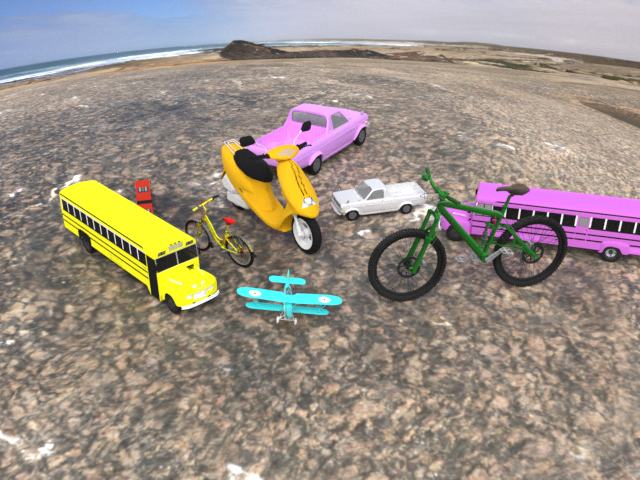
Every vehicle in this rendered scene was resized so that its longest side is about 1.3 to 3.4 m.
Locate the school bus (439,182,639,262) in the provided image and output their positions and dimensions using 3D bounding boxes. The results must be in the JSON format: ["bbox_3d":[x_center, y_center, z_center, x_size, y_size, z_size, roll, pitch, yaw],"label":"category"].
[{"bbox_3d":[3.525,-0.312,10.776,3.322,0.844,0.709,8,29,14],"label":"school bus"}]

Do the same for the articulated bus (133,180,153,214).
[{"bbox_3d":[-2.957,-0.563,11.834,0.311,0.289,1.749,-7,29,-13],"label":"articulated bus"}]

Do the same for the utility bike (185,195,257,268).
[{"bbox_3d":[-1.523,-0.105,10.281,1.435,0.946,0.535,19,34,31],"label":"utility bike"}]

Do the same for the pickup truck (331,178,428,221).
[{"bbox_3d":[1.007,-0.748,11.945,1.603,0.511,0.640,-8,29,-14],"label":"pickup truck"}]

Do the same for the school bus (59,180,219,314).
[{"bbox_3d":[-2.679,0.026,10.145,0.709,0.844,3.322,-24,37,-38],"label":"school bus"}]

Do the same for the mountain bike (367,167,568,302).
[{"bbox_3d":[2.024,-0.017,9.331,2.857,1.688,1.114,-6,29,-11],"label":"mountain bike"}]

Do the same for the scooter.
[{"bbox_3d":[-0.829,-0.986,11.037,1.288,1.786,2.721,-20,34,-32],"label":"scooter"}]

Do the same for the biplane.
[{"bbox_3d":[-0.393,0.761,9.131,1.336,0.504,1.090,-2,28,-3],"label":"biplane"}]

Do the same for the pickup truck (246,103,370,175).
[{"bbox_3d":[-0.173,-2.138,14.031,1.244,0.993,3.117,16,32,27],"label":"pickup truck"}]
